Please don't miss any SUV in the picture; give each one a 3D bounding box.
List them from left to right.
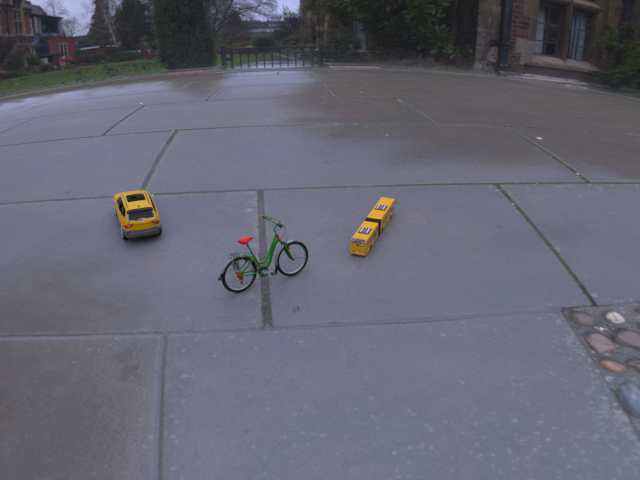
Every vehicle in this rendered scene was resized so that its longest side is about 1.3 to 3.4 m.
[{"bbox_3d":[-3.031,-0.517,11.540,0.656,0.580,1.572,-10,29,-19],"label":"SUV"}]

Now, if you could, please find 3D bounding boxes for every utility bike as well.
[{"bbox_3d":[-0.807,0.174,9.783,1.435,0.946,0.535,-16,31,-29],"label":"utility bike"}]

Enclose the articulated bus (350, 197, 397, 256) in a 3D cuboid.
[{"bbox_3d":[0.874,-0.243,11.324,0.311,0.289,1.749,9,29,18],"label":"articulated bus"}]
